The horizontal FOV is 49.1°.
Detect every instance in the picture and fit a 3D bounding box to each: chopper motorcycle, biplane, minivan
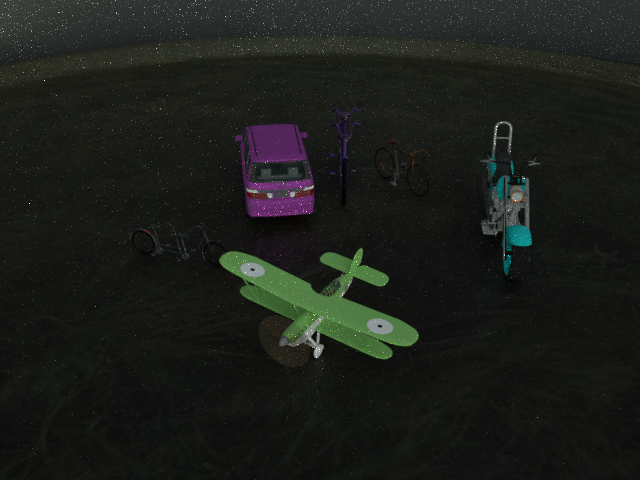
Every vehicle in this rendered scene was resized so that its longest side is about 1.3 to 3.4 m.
[{"bbox_3d":[2.905,-0.676,10.789,0.906,1.480,3.040,3,29,5],"label":"chopper motorcycle"},{"bbox_3d":[0.089,0.771,8.656,2.598,0.981,2.120,14,32,25],"label":"biplane"},{"bbox_3d":[-0.813,-1.421,12.453,1.324,1.197,3.011,-4,29,-7],"label":"minivan"}]

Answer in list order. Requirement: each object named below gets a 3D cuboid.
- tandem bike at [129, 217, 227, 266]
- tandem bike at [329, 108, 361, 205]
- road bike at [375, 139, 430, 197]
[{"bbox_3d":[-2.123,-0.007,10.396,1.642,0.682,0.283,9,30,16],"label":"tandem bike"},{"bbox_3d":[0.450,-1.800,13.012,0.550,1.326,3.192,1,29,1],"label":"tandem bike"},{"bbox_3d":[1.476,-1.361,12.702,0.358,0.852,1.545,-18,33,-29],"label":"road bike"}]
